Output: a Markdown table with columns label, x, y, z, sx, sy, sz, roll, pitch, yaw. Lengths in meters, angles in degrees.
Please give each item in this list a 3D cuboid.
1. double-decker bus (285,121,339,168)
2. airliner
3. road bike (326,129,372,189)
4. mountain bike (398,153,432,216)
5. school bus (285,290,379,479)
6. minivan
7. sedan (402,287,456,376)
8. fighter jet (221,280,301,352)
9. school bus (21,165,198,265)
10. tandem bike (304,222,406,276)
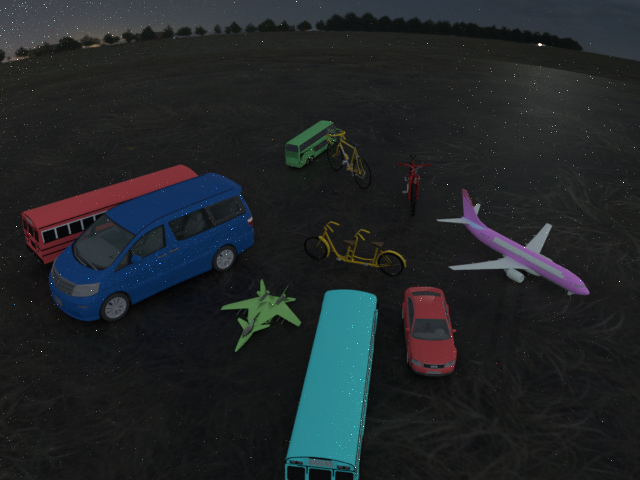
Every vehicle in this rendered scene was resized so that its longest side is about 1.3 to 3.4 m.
| label | x | y | z | sx | sy | sz | roll | pitch | yaw |
| --- | --- | --- | --- | --- | --- | --- | --- | --- | --- |
| double-decker bus | -0.155 | -1.986 | 14.324 | 0.389 | 0.541 | 1.672 | 15 | 33 | 24 |
| airliner | 2.990 | 0.035 | 10.505 | 2.257 | 0.835 | 2.541 | -20 | 35 | -31 |
| road bike | 0.536 | -1.551 | 13.253 | 0.358 | 0.852 | 1.545 | -17 | 34 | -26 |
| mountain bike | 1.634 | -1.058 | 12.376 | 0.573 | 0.868 | 1.469 | 2 | 30 | 4 |
| school bus | 0.227 | 1.524 | 7.900 | 0.709 | 0.844 | 3.322 | 4 | 30 | 7 |
| minivan | -2.415 | 0.038 | 10.137 | 3.011 | 1.197 | 1.324 | -25 | 38 | -37 |
| sedan | 1.395 | 1.101 | 9.001 | 0.635 | 0.483 | 1.613 | 1 | 30 | 2 |
| fighter jet | -0.841 | 1.014 | 9.349 | 1.147 | 0.286 | 1.358 | 10 | 31 | 17 |
| school bus | -3.068 | -0.504 | 11.436 | 3.322 | 0.844 | 0.709 | -23 | 37 | -34 |
| tandem bike | 0.508 | 0.124 | 10.504 | 1.642 | 0.682 | 0.283 | 12 | 32 | 20 |
